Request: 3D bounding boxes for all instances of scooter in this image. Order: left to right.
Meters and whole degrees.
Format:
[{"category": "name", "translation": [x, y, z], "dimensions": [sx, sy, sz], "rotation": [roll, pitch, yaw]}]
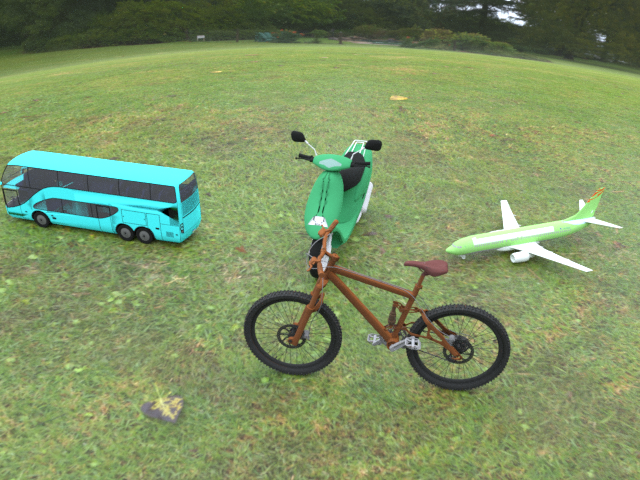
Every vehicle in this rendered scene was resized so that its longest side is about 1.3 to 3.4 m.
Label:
[{"category": "scooter", "translation": [0.302, -0.776, 10.134], "dimensions": [1.288, 1.786, 2.721], "rotation": [9, 30, 15]}]

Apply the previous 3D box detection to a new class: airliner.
[{"category": "airliner", "translation": [3.000, -0.231, 10.132], "dimensions": [2.541, 0.835, 2.257], "rotation": [-8, 30, -15]}]

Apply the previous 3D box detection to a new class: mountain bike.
[{"category": "mountain bike", "translation": [0.579, 0.817, 7.372], "dimensions": [2.857, 1.688, 1.114], "rotation": [4, 29, 7]}]

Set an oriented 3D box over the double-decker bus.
[{"category": "double-decker bus", "translation": [-3.422, -0.683, 10.723], "dimensions": [3.251, 1.052, 0.756], "rotation": [8, 30, 15]}]
